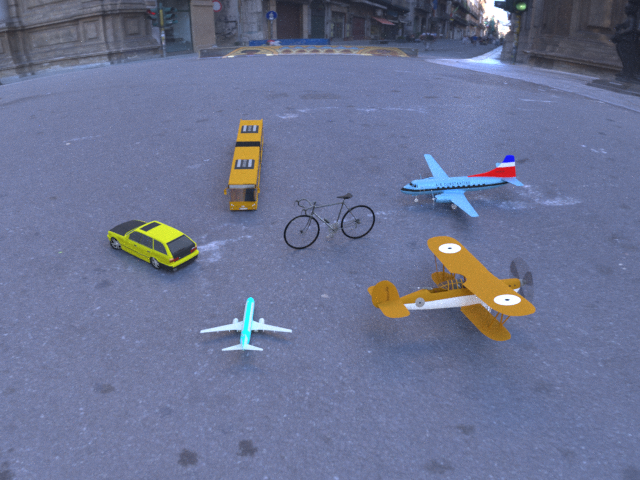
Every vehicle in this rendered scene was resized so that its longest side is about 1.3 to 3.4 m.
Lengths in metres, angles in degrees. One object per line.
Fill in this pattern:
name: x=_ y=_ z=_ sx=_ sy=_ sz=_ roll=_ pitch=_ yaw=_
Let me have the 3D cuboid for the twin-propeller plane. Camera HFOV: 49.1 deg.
twin-propeller plane: x=2.461 y=-1.078 z=12.370 sx=2.129 sy=0.792 sz=2.663 roll=-5 pitch=30 yaw=-8

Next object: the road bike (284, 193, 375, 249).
road bike: x=0.163 y=-0.314 z=10.942 sx=1.545 sy=0.852 sz=0.358 roll=-11 pitch=31 yaw=-18

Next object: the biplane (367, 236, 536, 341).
biplane: x=1.674 y=0.677 z=9.035 sx=2.120 sy=0.981 sz=2.598 roll=-6 pitch=30 yaw=-11

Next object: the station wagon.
station wagon: x=-2.611 y=-0.014 z=10.792 sx=1.597 sy=0.473 sz=0.682 roll=21 pitch=35 yaw=32

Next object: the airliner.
airliner: x=-0.942 y=1.010 z=9.005 sx=1.161 sy=0.429 sz=1.307 roll=0 pitch=29 yaw=0

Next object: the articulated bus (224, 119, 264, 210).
articulated bus: x=-1.387 y=-1.530 z=13.414 sx=0.605 sy=0.561 sz=3.401 roll=-1 pitch=29 yaw=-2
